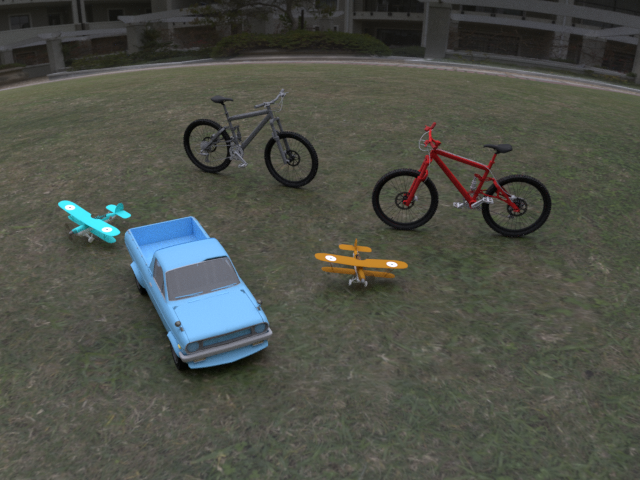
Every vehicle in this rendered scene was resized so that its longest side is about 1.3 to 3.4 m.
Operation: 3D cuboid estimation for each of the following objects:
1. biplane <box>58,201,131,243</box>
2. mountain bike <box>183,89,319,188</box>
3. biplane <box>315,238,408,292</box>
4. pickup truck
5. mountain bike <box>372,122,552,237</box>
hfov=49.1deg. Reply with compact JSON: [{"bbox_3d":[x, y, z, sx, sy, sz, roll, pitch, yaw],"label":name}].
[{"bbox_3d":[-3.595,-0.289,11.348,1.336,0.504,1.090,19,34,31],"label":"biplane"},{"bbox_3d":[-1.352,-1.909,13.079,2.857,1.688,1.114,12,31,20],"label":"mountain bike"},{"bbox_3d":[0.582,0.344,10.189,1.336,0.504,1.090,-2,29,-3],"label":"biplane"},{"bbox_3d":[-1.734,0.504,9.385,1.244,0.993,3.117,-13,31,-23],"label":"pickup truck"},{"bbox_3d":[2.262,-0.866,11.169,2.857,1.688,1.114,4,29,7],"label":"mountain bike"}]
